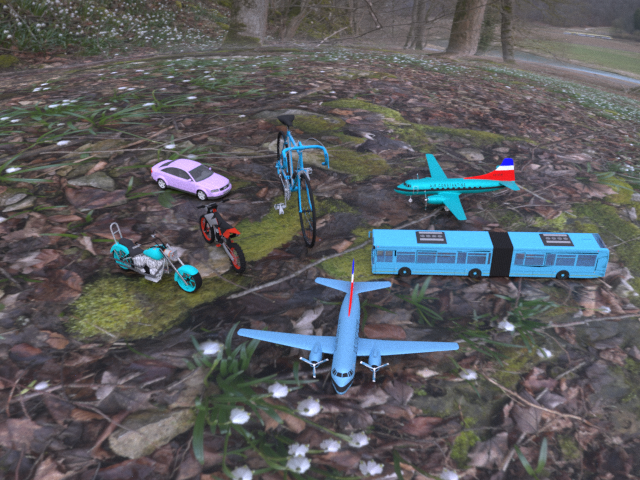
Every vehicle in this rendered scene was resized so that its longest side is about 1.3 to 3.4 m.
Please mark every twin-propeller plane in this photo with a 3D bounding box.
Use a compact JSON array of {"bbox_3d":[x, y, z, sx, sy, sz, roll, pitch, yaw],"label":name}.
[{"bbox_3d":[0.342,1.045,8.555,2.663,0.792,2.129,3,30,5],"label":"twin-propeller plane"},{"bbox_3d":[2.349,-1.033,12.167,2.129,0.792,2.663,-2,30,-3],"label":"twin-propeller plane"}]

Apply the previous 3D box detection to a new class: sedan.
[{"bbox_3d":[-2.338,-1.148,12.677,1.613,0.483,0.635,17,34,27],"label":"sedan"}]

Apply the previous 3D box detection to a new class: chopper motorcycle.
[{"bbox_3d":[-2.363,0.252,9.965,1.563,0.761,0.466,15,33,24],"label":"chopper motorcycle"}]

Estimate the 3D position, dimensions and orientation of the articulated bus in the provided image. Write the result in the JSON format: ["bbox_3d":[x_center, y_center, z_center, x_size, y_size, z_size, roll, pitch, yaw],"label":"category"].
[{"bbox_3d":[2.417,0.200,10.255,3.401,0.561,0.605,1,30,2],"label":"articulated bus"}]

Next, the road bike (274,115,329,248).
[{"bbox_3d":[-0.421,-1.110,11.435,0.696,1.656,3.004,-7,31,-12],"label":"road bike"}]

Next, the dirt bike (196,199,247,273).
[{"bbox_3d":[-1.500,-0.120,10.515,0.527,0.857,1.493,-18,34,-28],"label":"dirt bike"}]
